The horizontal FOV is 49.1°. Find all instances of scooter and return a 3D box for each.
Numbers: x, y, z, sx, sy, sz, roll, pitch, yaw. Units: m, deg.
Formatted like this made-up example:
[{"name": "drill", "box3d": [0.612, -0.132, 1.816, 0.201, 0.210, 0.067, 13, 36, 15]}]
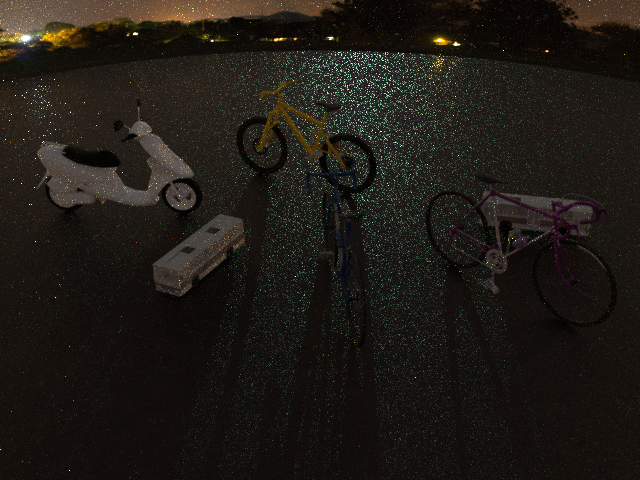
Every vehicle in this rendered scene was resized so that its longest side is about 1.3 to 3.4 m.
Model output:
[{"name": "scooter", "box3d": [-3.286, -1.257, 11.266, 2.721, 1.786, 1.288, 1, 29, 3]}]

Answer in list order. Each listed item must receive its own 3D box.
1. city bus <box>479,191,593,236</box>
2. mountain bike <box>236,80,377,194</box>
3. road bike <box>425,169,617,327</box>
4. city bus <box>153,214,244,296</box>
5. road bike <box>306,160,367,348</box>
[{"name": "city bus", "box3d": [3.395, -0.402, 11.090, 1.674, 0.460, 0.476, 7, 30, 12]}, {"name": "mountain bike", "box3d": [-0.293, -1.782, 12.317, 2.857, 1.688, 1.114, 15, 32, 25]}, {"name": "road bike", "box3d": [2.530, -0.023, 9.172, 0.696, 1.656, 3.004, -22, 36, -34]}, {"name": "city bus", "box3d": [-1.692, 0.204, 9.997, 0.476, 0.460, 1.674, 13, 32, 22]}, {"name": "road bike", "box3d": [0.280, 0.048, 9.043, 0.696, 1.656, 3.004, -4, 29, -7]}]
